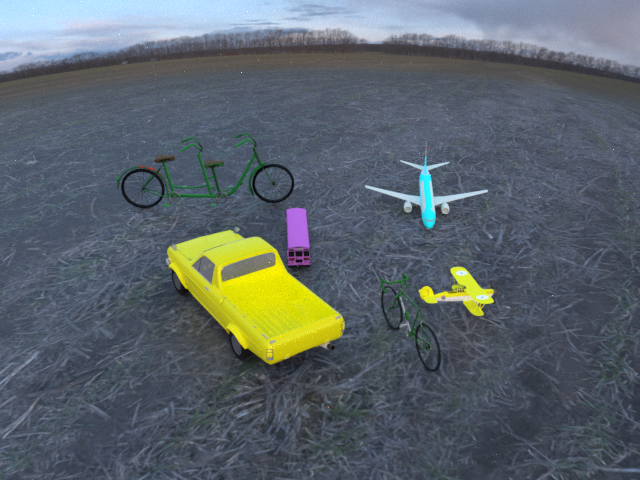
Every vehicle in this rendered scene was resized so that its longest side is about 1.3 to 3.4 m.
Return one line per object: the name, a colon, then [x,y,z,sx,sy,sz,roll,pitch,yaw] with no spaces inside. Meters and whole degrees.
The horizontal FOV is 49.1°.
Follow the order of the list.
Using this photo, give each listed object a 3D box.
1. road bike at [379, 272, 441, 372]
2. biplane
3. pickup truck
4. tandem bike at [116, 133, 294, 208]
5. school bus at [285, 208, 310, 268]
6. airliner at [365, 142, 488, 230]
road bike: [1.125,0.987,8.802,0.358,0.852,1.545,-10,29,-19]
biplane: [1.910,0.745,9.655,1.090,0.504,1.336,-3,27,-6]
pickup truck: [-0.982,0.600,9.402,1.244,0.993,3.117,-17,32,-29]
tandem bike: [-2.058,-1.220,12.588,3.192,1.326,0.550,-2,27,-5]
school bus: [-0.367,-0.086,11.354,0.365,0.434,1.708,-2,27,-3]
airliner: [1.945,-0.992,12.681,2.257,0.835,2.541,2,27,5]
